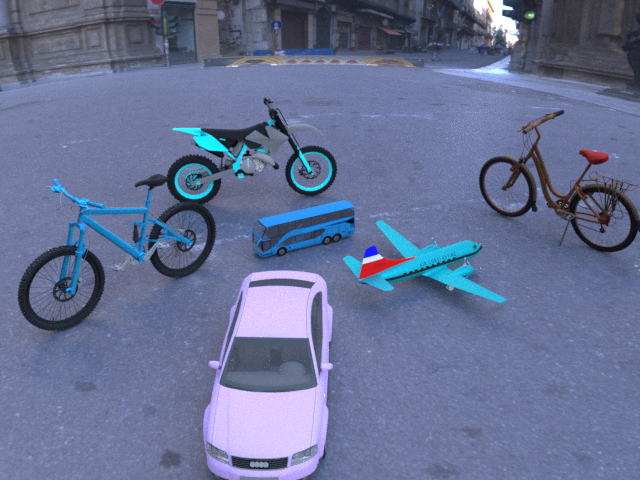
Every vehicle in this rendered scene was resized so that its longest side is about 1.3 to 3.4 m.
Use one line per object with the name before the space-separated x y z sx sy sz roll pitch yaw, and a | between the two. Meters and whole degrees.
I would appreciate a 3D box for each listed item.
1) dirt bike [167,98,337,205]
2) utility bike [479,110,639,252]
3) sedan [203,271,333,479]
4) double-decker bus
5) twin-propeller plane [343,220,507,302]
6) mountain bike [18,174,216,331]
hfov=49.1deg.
dirt bike | -1.131 -1.432 11.740 2.903 1.666 1.024 -5 28 -10
utility bike | 3.522 -0.879 10.469 1.039 1.839 2.791 -23 35 -38
sedan | -0.477 1.209 7.373 1.235 0.940 3.137 1 27 2
double-decker bus | -0.255 -0.164 10.496 1.672 0.541 0.389 -14 30 -25
twin-propeller plane | 1.407 0.227 9.457 2.129 0.792 2.663 -15 31 -27
mountain bike | -2.489 0.021 8.875 1.114 1.688 2.857 24 35 38
